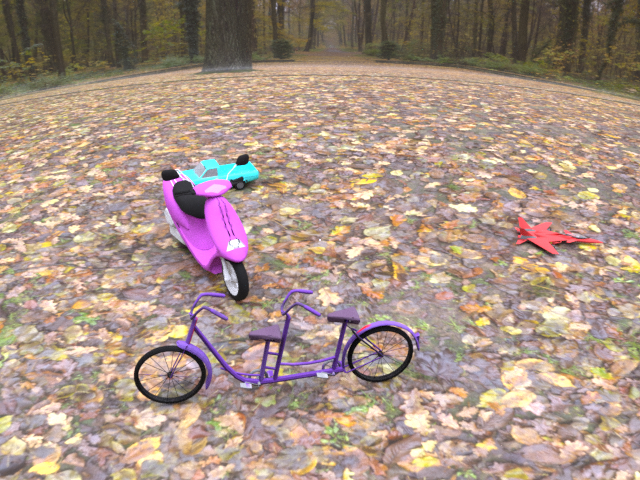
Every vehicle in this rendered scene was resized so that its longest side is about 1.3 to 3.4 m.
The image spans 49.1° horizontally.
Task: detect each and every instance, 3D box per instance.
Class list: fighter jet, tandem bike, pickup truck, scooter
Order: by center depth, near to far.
[{"bbox_3d":[-0.433,1.141,7.659,3.192,1.326,0.550,-4,27,-8],"label":"tandem bike"},{"bbox_3d":[-1.702,-0.386,10.139,1.288,1.786,2.721,-16,31,-28],"label":"scooter"},{"bbox_3d":[3.842,-0.095,11.217,1.358,0.286,1.147,5,28,10],"label":"fighter jet"},{"bbox_3d":[-1.973,-1.223,13.178,1.603,0.511,0.640,-10,29,-20],"label":"pickup truck"}]
